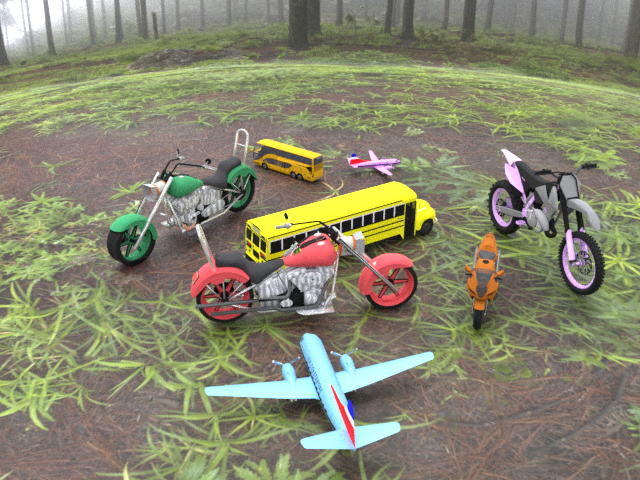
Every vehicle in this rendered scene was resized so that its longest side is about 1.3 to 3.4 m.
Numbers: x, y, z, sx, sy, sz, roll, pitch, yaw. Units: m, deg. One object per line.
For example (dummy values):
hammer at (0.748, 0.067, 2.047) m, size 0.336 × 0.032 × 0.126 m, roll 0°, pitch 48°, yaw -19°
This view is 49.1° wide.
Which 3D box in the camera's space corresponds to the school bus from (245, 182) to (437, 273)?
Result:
school bus at (0.443, -0.243, 11.032) m, size 3.322 × 0.844 × 0.709 m, roll -17°, pitch 32°, yaw -28°

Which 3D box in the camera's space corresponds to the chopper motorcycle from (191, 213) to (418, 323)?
chopper motorcycle at (-0.177, 0.356, 9.211) m, size 3.040 × 1.480 × 0.906 m, roll -5°, pitch 28°, yaw -10°

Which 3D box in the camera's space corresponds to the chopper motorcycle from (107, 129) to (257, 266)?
chopper motorcycle at (-2.156, -0.738, 11.290) m, size 0.906 × 1.480 × 3.040 m, roll 20°, pitch 34°, yaw 33°

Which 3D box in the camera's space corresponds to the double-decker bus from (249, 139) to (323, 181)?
double-decker bus at (-0.674, -1.602, 13.941) m, size 1.672 × 0.541 × 0.389 m, roll 20°, pitch 34°, yaw 33°

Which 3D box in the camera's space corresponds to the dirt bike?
dirt bike at (3.374, -0.440, 10.523) m, size 1.024 × 1.666 × 2.903 m, roll -9°, pitch 29°, yaw -16°

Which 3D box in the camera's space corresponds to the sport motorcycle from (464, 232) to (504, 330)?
sport motorcycle at (2.234, 0.546, 9.557) m, size 0.506 × 0.821 × 1.520 m, roll 8°, pitch 29°, yaw 14°

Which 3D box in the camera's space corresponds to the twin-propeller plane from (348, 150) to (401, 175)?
twin-propeller plane at (1.115, -1.577, 14.037) m, size 1.095 × 0.407 × 1.370 m, roll -6°, pitch 28°, yaw -12°

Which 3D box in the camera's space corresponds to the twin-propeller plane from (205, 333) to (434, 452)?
twin-propeller plane at (0.083, 1.528, 7.722) m, size 2.663 × 0.792 × 2.129 m, roll -7°, pitch 28°, yaw -13°
